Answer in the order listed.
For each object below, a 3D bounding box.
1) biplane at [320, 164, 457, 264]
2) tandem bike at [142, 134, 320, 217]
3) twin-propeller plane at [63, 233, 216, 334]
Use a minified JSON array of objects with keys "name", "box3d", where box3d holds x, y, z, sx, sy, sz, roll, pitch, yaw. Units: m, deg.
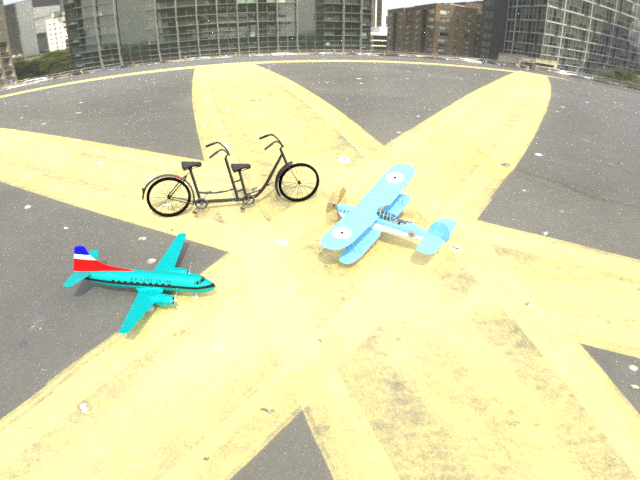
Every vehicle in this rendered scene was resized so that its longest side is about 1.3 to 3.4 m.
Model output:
[{"name":"biplane","box3d":[1.078,-0.255,11.220,2.120,0.981,2.598,18,34,28]},{"name":"tandem bike","box3d":[-1.556,-1.135,12.421,3.192,1.326,0.550,-7,30,-13]},{"name":"twin-propeller plane","box3d":[-2.555,0.483,10.112,2.129,0.792,2.663,4,30,6]}]
